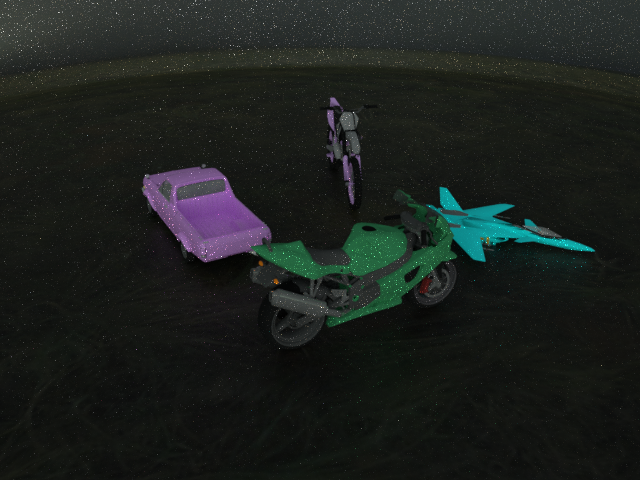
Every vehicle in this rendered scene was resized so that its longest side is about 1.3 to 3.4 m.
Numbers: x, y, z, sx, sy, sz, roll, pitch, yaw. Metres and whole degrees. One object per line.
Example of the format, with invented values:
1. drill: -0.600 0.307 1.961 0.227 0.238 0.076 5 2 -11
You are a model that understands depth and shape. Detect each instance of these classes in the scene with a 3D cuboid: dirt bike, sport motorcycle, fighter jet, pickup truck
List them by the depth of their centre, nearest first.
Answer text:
1. sport motorcycle: 0.539 0.400 8.733 2.955 1.596 0.983 -13 30 -24
2. fighter jet: 3.011 -0.238 11.127 2.640 0.557 2.229 12 29 22
3. pickup truck: -1.912 -0.546 11.250 1.244 0.993 3.117 -14 30 -25
4. dirt bike: 0.449 -1.753 12.875 1.024 1.666 2.903 -4 27 -8
